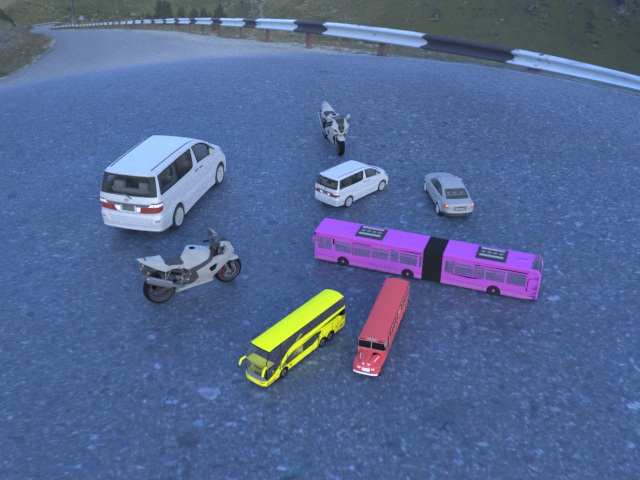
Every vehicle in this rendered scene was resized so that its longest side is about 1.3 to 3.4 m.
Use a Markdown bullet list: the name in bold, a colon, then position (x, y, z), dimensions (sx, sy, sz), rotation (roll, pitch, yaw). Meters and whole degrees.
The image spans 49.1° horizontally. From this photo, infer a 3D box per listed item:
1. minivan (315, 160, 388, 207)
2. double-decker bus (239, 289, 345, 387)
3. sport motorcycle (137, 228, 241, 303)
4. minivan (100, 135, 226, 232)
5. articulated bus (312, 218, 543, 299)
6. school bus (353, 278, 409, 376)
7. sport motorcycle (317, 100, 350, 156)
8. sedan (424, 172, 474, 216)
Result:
- **minivan**: position (0.608, -1.103, 12.826), dimensions (0.681, 0.616, 1.548), rotation (25, 37, 37)
- **double-decker bus**: position (-0.295, 1.211, 8.743), dimensions (0.389, 0.541, 1.672), rotation (21, 35, 33)
- **sport motorcycle**: position (-1.823, 0.383, 9.943), dimensions (1.520, 0.821, 0.506), rotation (-16, 33, -27)
- **minivan**: position (-2.681, -1.199, 12.401), dimensions (1.324, 1.197, 3.011), rotation (7, 30, 13)
- **articulated bus**: position (1.535, 0.255, 10.442), dimensions (3.401, 0.561, 0.605), rotation (11, 31, 18)
- **school bus**: position (0.807, 1.102, 9.050), dimensions (0.365, 0.434, 1.708), rotation (9, 30, 16)
- **sport motorcycle**: position (0.285, -2.396, 14.938), dimensions (0.506, 0.821, 1.520), rotation (-7, 30, -12)
- **sedan**: position (2.300, -0.904, 12.605), dimensions (0.635, 0.483, 1.613), rotation (-3, 29, -6)
